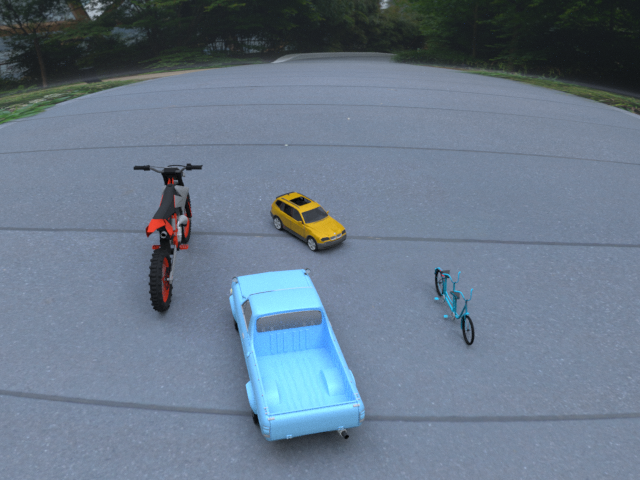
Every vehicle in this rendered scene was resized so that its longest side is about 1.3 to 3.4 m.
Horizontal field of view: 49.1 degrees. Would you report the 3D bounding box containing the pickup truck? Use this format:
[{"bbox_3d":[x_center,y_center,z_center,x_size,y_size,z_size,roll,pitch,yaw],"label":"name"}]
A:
[{"bbox_3d":[-0.389,1.219,8.657,1.244,0.993,3.117,-6,29,-11],"label":"pickup truck"}]

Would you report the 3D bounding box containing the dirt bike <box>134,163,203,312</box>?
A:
[{"bbox_3d":[-2.282,-0.246,10.643,1.024,1.666,2.903,0,29,-1],"label":"dirt bike"}]

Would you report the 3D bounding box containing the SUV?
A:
[{"bbox_3d":[-0.217,-0.354,11.978,0.656,0.580,1.572,-21,35,-33],"label":"SUV"}]

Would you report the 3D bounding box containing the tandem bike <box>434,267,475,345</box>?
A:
[{"bbox_3d":[1.872,0.785,9.779,0.283,0.682,1.642,-4,29,-8],"label":"tandem bike"}]
